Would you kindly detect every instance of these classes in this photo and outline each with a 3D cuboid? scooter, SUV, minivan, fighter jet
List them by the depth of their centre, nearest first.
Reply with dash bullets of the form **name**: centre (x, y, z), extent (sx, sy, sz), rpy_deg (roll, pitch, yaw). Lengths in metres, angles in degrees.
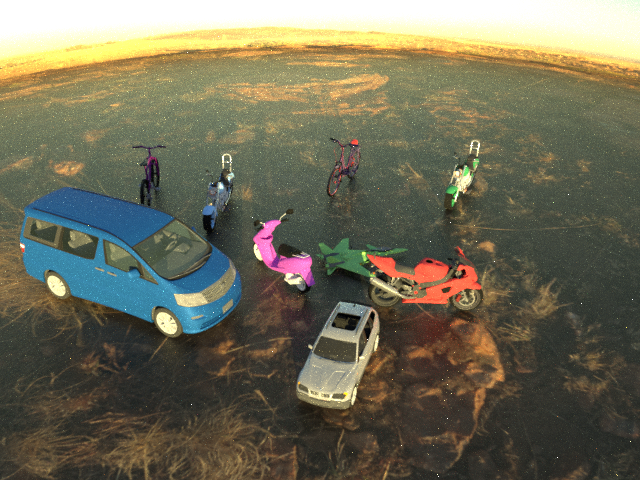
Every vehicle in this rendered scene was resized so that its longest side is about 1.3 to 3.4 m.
- **SUV**: centre (0.237, 1.253, 7.969), extent (0.656, 0.580, 1.572), rpy_deg (9, 31, 16)
- **minivan**: centre (-2.487, 0.218, 9.179), extent (3.011, 1.197, 1.324), rpy_deg (14, 32, 23)
- **scooter**: centre (-0.533, 0.117, 9.640), extent (0.662, 0.919, 1.399), rpy_deg (-21, 36, -32)
- **fighter jet**: centre (0.665, 0.168, 10.194), extent (1.358, 0.286, 1.147), rpy_deg (-9, 31, -15)

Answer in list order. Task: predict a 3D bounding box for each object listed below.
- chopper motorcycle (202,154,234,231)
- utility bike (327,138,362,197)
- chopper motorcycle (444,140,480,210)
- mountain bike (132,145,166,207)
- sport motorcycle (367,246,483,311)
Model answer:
- **chopper motorcycle**: centre (-1.660, -0.785, 11.402), extent (0.466, 0.761, 1.563), rpy_deg (3, 30, 6)
- **utility bike**: centre (0.488, -1.360, 12.235), extent (0.535, 0.946, 1.435), rpy_deg (13, 32, 22)
- **chopper motorcycle**: centre (2.440, -1.125, 12.005), extent (0.466, 0.761, 1.563), rpy_deg (14, 32, 23)
- **mountain bike**: centre (-2.876, -1.076, 11.810), extent (0.573, 0.868, 1.469), rpy_deg (-1, 29, -2)
- **sport motorcycle**: centre (1.350, 0.534, 8.999), extent (1.520, 0.821, 0.506), rpy_deg (3, 30, 5)
